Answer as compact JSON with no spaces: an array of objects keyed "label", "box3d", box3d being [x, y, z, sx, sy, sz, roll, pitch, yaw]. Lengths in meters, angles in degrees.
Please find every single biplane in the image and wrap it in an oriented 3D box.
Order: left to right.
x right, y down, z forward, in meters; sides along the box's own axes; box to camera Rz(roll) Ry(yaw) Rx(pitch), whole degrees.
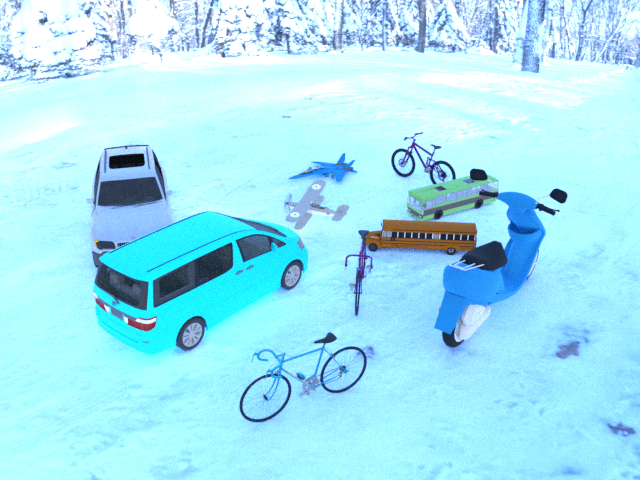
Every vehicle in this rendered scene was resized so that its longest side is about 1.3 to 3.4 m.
[{"label":"biplane","box3d":[-0.075,-0.498,11.512,1.090,0.504,1.336,11,29,20]}]

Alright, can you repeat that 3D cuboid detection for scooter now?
[{"label":"scooter","box3d":[2.259,0.152,8.870,1.288,1.786,2.721,20,33,33]}]

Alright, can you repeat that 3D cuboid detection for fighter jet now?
[{"label":"fighter jet","box3d":[0.003,-1.366,13.421,1.358,0.286,1.147,-13,30,-23]}]

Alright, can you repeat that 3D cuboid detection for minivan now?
[{"label":"minivan","box3d":[-1.429,0.336,9.156,1.324,1.197,3.011,21,34,34]}]

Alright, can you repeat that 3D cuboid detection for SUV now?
[{"label":"SUV","box3d":[-2.988,-0.625,11.080,1.276,1.128,3.058,-7,28,-13]}]

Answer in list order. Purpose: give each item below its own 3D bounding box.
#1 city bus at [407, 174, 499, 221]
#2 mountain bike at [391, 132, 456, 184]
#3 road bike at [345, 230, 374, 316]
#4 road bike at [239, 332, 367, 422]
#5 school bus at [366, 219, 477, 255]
[{"label":"city bus","box3d":[2.285,-0.732,12.011,1.674,0.460,0.476,-15,31,-26]},{"label":"mountain bike","box3d":[1.910,-1.461,12.973,1.469,0.868,0.573,24,36,38]},{"label":"road bike","box3d":[0.556,0.361,9.481,0.358,0.852,1.545,4,28,7]},{"label":"road bike","box3d":[-0.150,1.424,7.434,1.545,0.852,0.358,-15,31,-26]},{"label":"school bus","box3d":[1.529,-0.057,10.740,1.708,0.434,0.365,2,28,5]}]
